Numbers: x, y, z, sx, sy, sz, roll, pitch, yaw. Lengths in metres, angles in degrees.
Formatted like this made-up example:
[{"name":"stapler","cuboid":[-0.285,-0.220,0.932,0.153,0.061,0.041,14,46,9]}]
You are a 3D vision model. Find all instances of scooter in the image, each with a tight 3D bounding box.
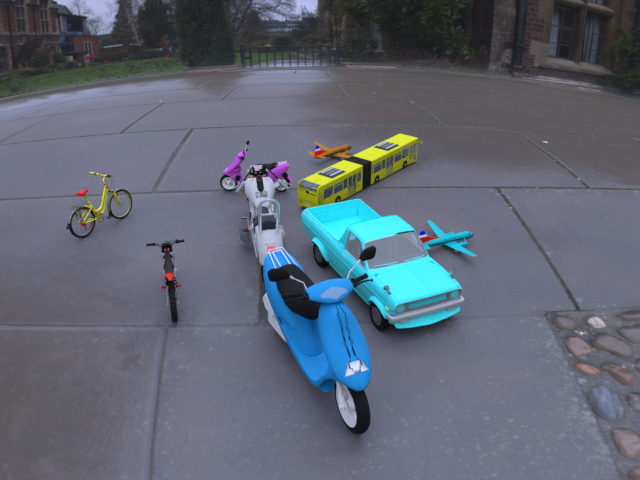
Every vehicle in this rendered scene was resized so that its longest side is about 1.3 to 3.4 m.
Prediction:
[{"name":"scooter","cuboid":[-0.088,0.843,8.143,1.288,1.786,2.721,-12,30,-22]},{"name":"scooter","cuboid":[-1.215,-1.343,13.230,1.399,0.919,0.662,1,28,2]}]

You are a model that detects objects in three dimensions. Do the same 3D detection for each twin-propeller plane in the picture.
[{"name":"twin-propeller plane","cuboid":[2.038,-0.049,11.320,1.095,0.407,1.370,-12,30,-21]},{"name":"twin-propeller plane","cuboid":[0.281,-1.920,14.875,1.095,0.407,1.370,-23,36,-37]}]

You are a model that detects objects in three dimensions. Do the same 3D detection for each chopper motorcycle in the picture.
[{"name":"chopper motorcycle","cuboid":[-0.923,-0.532,11.086,0.906,1.480,3.040,-5,28,-9]}]

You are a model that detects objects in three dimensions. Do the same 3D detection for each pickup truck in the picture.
[{"name":"pickup truck","cuboid":[0.806,0.165,10.283,1.244,0.993,3.117,-12,30,-22]}]

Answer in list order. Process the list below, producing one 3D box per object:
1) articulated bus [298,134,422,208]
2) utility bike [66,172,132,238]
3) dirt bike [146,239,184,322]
[{"name":"articulated bus","cuboid":[0.838,-1.369,13.663,0.605,0.561,3.401,20,34,34]},{"name":"utility bike","cuboid":[-3.791,-0.646,11.877,0.535,0.946,1.435,17,32,29]},{"name":"dirt bike","cuboid":[-2.122,0.475,9.842,0.527,0.857,1.493,-7,28,-12]}]
